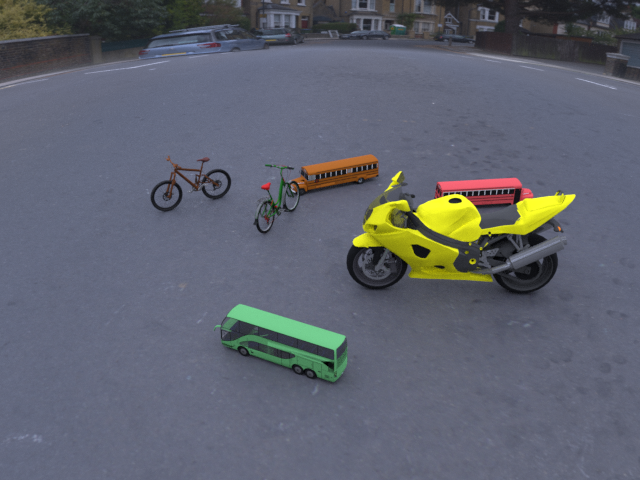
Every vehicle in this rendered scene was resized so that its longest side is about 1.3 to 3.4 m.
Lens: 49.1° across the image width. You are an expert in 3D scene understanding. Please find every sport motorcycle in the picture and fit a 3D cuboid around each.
[{"bbox_3d":[1.843,-0.001,9.493,2.955,1.596,0.983,1,30,2],"label":"sport motorcycle"}]

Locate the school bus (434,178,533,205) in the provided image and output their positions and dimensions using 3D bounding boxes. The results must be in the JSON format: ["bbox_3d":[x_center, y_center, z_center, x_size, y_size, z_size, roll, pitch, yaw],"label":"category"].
[{"bbox_3d":[2.858,-0.806,12.088,1.708,0.434,0.365,-4,30,-6],"label":"school bus"}]

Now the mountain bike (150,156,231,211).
[{"bbox_3d":[-2.208,-1.000,11.990,1.469,0.868,0.573,-17,34,-27],"label":"mountain bike"}]

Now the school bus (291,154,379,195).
[{"bbox_3d":[0.246,-1.197,12.777,1.708,0.434,0.365,-13,32,-21],"label":"school bus"}]

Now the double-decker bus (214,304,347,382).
[{"bbox_3d":[-0.476,1.215,8.420,1.672,0.541,0.389,14,32,23],"label":"double-decker bus"}]

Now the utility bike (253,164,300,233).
[{"bbox_3d":[-0.741,-0.734,11.442,0.535,0.946,1.435,15,33,24],"label":"utility bike"}]
